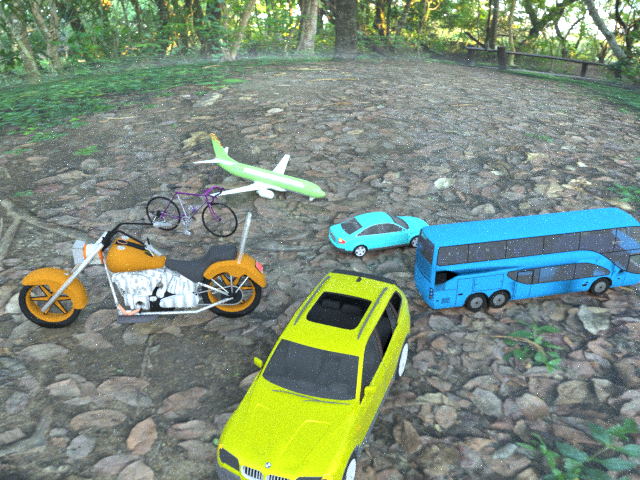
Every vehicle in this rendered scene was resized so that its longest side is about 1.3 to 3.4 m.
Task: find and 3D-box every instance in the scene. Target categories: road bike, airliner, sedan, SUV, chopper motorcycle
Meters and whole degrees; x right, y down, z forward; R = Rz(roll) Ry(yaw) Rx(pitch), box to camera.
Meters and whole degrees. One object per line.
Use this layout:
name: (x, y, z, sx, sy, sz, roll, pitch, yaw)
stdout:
road bike: (-2.019, -0.476, 10.923, 1.545, 0.852, 0.358, 7, 28, 13)
airliner: (-0.986, -1.295, 12.499, 2.541, 0.835, 2.257, 16, 32, 28)
sedan: (0.934, -0.151, 10.701, 1.613, 0.483, 0.635, -9, 29, -16)
SUV: (0.062, 1.347, 7.162, 1.276, 1.128, 3.058, 10, 29, 18)
chopper motorcycle: (-2.198, 0.376, 8.630, 3.040, 1.480, 0.906, -2, 28, -3)

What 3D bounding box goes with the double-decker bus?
double-decker bus: (2.887, 0.230, 9.367, 3.251, 1.052, 0.756, -6, 28, -11)
